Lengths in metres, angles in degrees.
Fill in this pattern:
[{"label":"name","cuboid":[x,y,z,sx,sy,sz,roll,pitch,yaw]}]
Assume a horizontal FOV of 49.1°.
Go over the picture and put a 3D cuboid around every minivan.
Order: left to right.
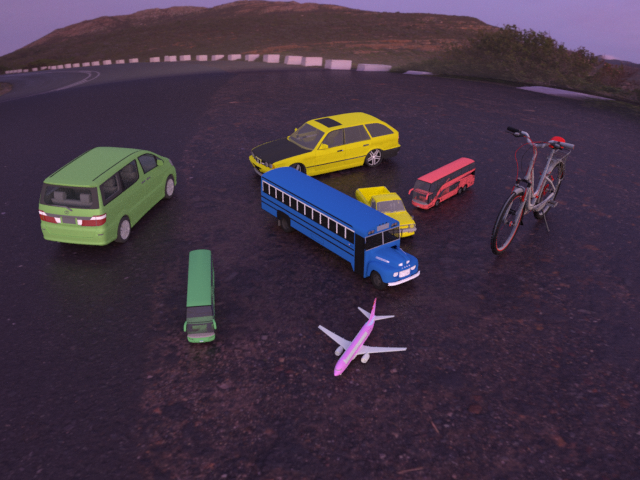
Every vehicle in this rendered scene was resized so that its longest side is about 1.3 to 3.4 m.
[{"label":"minivan","cuboid":[-3.477,-0.933,11.837,1.324,1.197,3.011,5,27,11]}]

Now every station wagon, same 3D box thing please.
[{"label":"station wagon","cuboid":[0.103,-1.930,14.133,3.105,0.920,1.327,-15,30,-27]}]

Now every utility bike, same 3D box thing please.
[{"label":"utility bike","cuboid":[3.479,-0.893,11.041,1.039,1.839,2.791,19,32,33]}]

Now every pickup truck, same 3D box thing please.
[{"label":"pickup truck","cuboid":[1.086,-0.533,11.805,0.640,0.511,1.603,-6,27,-12]}]

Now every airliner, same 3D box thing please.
[{"label":"airliner","cuboid":[0.450,1.177,8.486,1.161,0.429,1.307,12,29,22]}]

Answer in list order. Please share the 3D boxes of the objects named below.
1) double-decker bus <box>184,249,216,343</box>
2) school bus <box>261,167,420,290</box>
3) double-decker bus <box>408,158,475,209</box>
[{"label":"double-decker bus","cuboid":[-1.574,0.729,9.254,0.389,0.541,1.672,-4,27,-7]},{"label":"school bus","cuboid":[0.237,-0.260,10.888,0.709,0.844,3.322,-18,32,-32]},{"label":"double-decker bus","cuboid":[2.258,-1.029,12.759,0.389,0.541,1.672,22,34,37]}]
